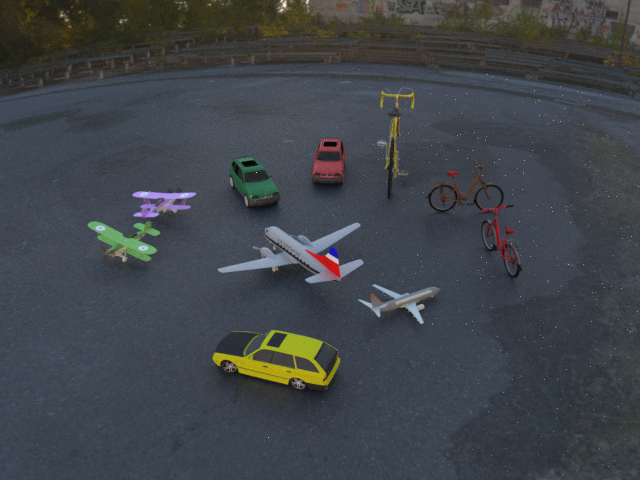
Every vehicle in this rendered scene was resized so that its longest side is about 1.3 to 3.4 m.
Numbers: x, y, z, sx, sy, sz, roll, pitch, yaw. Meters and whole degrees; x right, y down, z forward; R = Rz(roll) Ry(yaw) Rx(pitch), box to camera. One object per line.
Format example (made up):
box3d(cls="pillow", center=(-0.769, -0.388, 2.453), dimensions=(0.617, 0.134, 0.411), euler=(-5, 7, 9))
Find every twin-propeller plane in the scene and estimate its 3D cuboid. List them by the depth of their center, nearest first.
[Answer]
box3d(cls="twin-propeller plane", center=(-0.315, 0.118, 10.945), dimensions=(2.663, 0.792, 2.129), euler=(-19, 34, -31))

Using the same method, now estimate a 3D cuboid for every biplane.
box3d(cls="biplane", center=(-3.101, 0.019, 11.429), dimensions=(1.336, 0.504, 1.090), euler=(15, 32, 25))
box3d(cls="biplane", center=(-2.894, -0.626, 12.620), dimensions=(1.336, 0.504, 1.090), euler=(11, 30, 20))

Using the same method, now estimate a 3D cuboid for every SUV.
box3d(cls="SUV", center=(-1.291, -1.154, 13.514), dimensions=(0.656, 0.580, 1.572), euler=(-11, 30, -20))
box3d(cls="SUV", center=(0.197, -1.650, 14.430), dimensions=(0.656, 0.580, 1.572), euler=(2, 29, 4))

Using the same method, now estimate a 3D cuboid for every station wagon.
box3d(cls="station wagon", center=(-0.569, 1.439, 8.841), dimensions=(1.597, 0.473, 0.682), euler=(10, 30, 17))

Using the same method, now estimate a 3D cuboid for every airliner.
box3d(cls="airliner", center=(1.232, 0.790, 10.085), dimensions=(1.307, 0.429, 1.161), euler=(-16, 32, -27))

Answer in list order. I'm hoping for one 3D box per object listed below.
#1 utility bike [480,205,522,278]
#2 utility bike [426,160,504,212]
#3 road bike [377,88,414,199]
box3d(cls="utility bike", center=(2.826, -0.035, 11.065), dimensions=(0.535, 0.946, 1.435), euler=(-6, 29, -11))
box3d(cls="utility bike", center=(2.655, -0.976, 12.802), dimensions=(1.435, 0.946, 0.535), euler=(0, 28, 0))
box3d(cls="road bike", center=(1.476, -2.011, 13.967), dimensions=(0.696, 1.656, 3.004), euler=(4, 29, 7))
